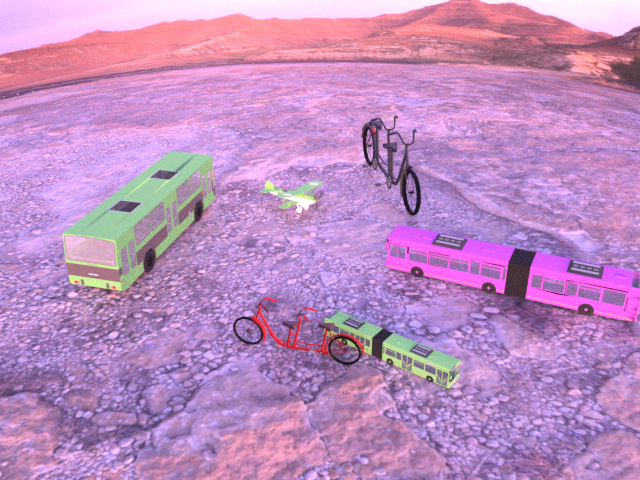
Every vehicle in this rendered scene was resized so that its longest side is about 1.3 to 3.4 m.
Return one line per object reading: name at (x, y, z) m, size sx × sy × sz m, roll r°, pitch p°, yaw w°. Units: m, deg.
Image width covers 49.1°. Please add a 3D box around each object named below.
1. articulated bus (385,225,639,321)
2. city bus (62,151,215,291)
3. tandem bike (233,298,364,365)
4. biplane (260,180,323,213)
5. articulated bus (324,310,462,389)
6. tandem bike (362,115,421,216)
articulated bus at (2.535, 0.410, 9.537) m, size 3.401 × 0.561 × 0.605 m, roll 12°, pitch 30°, yaw 22°
city bus at (-2.591, -0.359, 10.654) m, size 0.926 × 0.894 × 3.255 m, roll 7°, pitch 28°, yaw 13°
tandem bike at (-0.272, 1.061, 8.157) m, size 1.642 × 0.682 × 0.283 m, roll 9°, pitch 29°, yaw 16°
biplane at (-0.466, -0.768, 11.862) m, size 1.090 × 0.504 × 1.336 m, roll 14°, pitch 31°, yaw 26°
articulated bus at (0.817, 1.257, 8.204) m, size 1.749 × 0.289 × 0.311 m, roll 19°, pitch 33°, yaw 32°
tandem bike at (1.234, -1.566, 12.505) m, size 0.550 × 1.326 × 3.192 m, roll -6°, pitch 28°, yaw -12°
